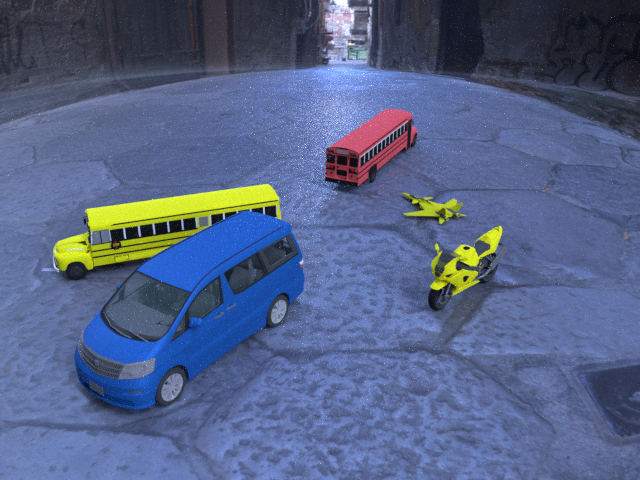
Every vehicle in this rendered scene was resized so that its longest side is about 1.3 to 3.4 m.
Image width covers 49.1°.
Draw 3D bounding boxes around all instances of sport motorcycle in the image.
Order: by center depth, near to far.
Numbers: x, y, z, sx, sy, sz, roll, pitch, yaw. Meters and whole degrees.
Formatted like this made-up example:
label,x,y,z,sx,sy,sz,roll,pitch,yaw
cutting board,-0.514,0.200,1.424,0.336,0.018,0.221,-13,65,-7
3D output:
label,x,y,z,sx,sy,sz,roll,pitch,yaw
sport motorcycle,1.945,0.367,9.325,1.520,0.821,0.506,-24,35,-39

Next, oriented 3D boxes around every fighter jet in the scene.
label,x,y,z,sx,sy,sz,roll,pitch,yaw
fighter jet,1.835,-0.668,12.008,1.147,0.286,1.358,-17,31,-30

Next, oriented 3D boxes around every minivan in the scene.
label,x,y,z,sx,sy,sz,roll,pitch,yaw
minivan,-1.452,0.709,8.214,1.324,1.197,3.011,17,31,31

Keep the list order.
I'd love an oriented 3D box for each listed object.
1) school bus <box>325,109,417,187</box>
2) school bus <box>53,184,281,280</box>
label,x,y,z,sx,sy,sz,roll,pitch,yaw
school bus,1.123,-1.900,13.861,0.709,0.844,3.322,13,29,24
school bus,-2.237,-0.164,10.367,3.322,0.844,0.709,-10,28,-19
